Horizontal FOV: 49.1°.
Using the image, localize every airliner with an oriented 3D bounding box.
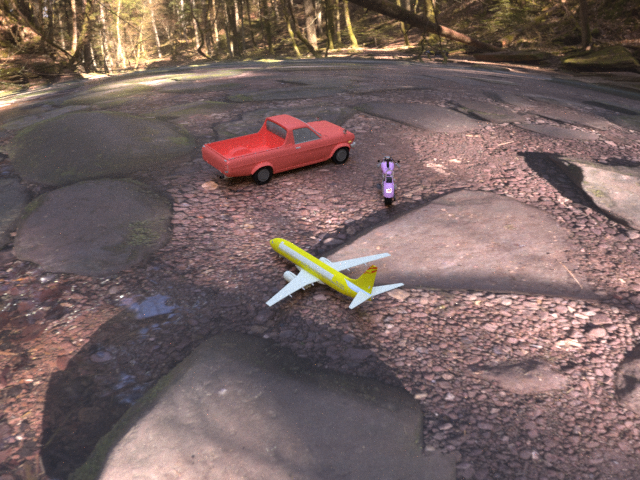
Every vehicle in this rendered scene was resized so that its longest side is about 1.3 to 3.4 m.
[{"bbox_3d":[-0.005,0.278,10.233,2.257,0.835,2.541,-21,34,-33],"label":"airliner"}]

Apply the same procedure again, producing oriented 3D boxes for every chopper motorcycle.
[{"bbox_3d":[1.269,-1.229,13.118,0.466,0.761,1.563,1,28,3],"label":"chopper motorcycle"}]

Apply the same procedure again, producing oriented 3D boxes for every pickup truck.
[{"bbox_3d":[-0.794,-1.941,14.201,3.117,0.993,1.244,-18,33,-30],"label":"pickup truck"}]
